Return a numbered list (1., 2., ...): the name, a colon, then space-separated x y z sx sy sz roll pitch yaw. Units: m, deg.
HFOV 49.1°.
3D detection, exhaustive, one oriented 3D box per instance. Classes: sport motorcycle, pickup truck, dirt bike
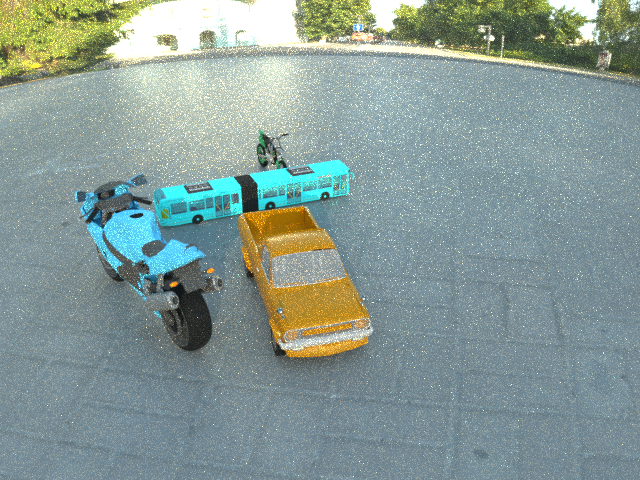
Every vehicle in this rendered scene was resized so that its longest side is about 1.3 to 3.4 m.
1. sport motorcycle: -2.242 0.237 8.946 0.983 1.596 2.955 -21 35 -34
2. pickup truck: -0.303 0.354 9.362 1.244 0.993 3.117 -8 29 -14
3. dirt bike: -0.889 -1.605 13.098 0.527 0.857 1.493 -13 31 -22

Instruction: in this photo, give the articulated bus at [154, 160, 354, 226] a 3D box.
1. articulated bus: -1.083 -0.819 11.964 3.401 0.561 0.605 -11 31 -20
